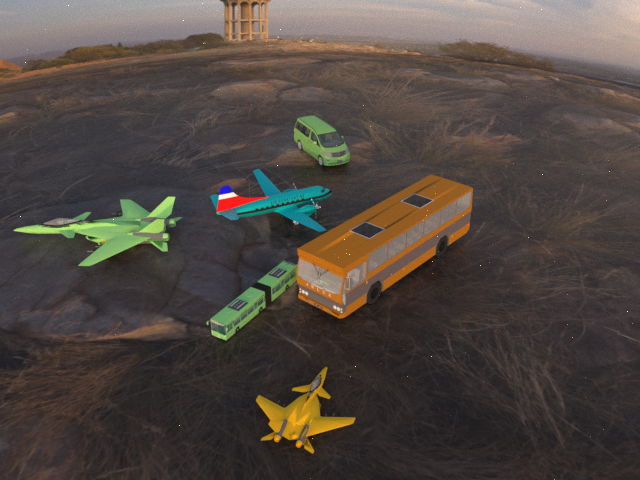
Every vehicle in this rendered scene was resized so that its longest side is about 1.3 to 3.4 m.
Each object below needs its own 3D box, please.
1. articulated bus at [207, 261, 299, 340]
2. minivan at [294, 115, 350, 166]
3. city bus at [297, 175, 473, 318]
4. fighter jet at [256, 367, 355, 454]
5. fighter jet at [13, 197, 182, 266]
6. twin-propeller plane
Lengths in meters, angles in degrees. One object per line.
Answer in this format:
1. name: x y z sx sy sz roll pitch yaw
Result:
1. articulated bus: -0.863 0.792 9.557 0.311 0.289 1.749 16 33 27
2. minivan: 0.031 -2.017 14.232 0.681 0.616 1.548 -14 32 -24
3. city bus: 1.044 0.030 10.296 0.926 0.894 3.255 23 37 35
4. fighter jet: -0.135 1.765 7.825 1.147 0.286 1.358 9 31 16
5. fighter jet: -3.642 -0.287 11.207 2.640 0.557 2.229 1 29 2
6. twin-propeller plane: -0.730 -0.722 11.744 2.129 0.792 2.663 -14 32 -24
